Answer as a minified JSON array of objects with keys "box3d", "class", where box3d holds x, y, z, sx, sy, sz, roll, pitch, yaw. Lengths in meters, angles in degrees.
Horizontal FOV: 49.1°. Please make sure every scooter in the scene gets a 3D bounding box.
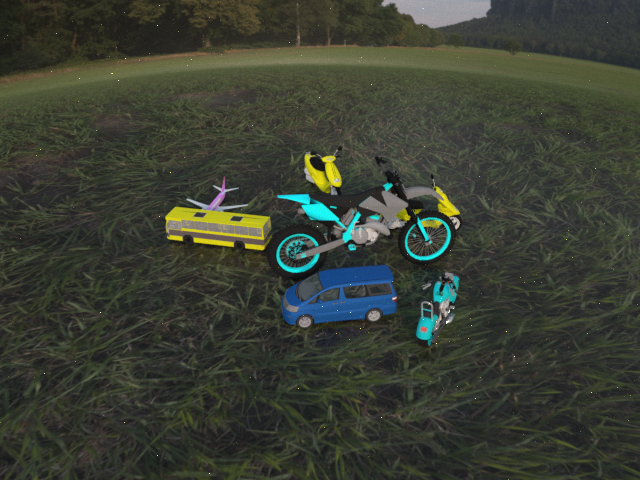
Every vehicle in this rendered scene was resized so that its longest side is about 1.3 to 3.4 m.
[{"box3d":[1.689,-0.559,11.646,1.399,0.919,0.662,2,28,3],"class":"scooter"},{"box3d":[0.048,-1.321,13.106,0.662,0.919,1.399,-14,30,-24],"class":"scooter"}]

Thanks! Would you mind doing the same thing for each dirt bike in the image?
[{"box3d":[0.646,-0.263,10.269,2.903,1.666,1.024,-6,28,-11],"class":"dirt bike"}]

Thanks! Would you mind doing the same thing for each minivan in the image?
[{"box3d":[0.251,0.741,9.480,1.548,0.616,0.681,-4,28,-8],"class":"minivan"}]

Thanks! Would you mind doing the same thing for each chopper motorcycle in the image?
[{"box3d":[1.590,0.793,9.224,0.466,0.761,1.563,12,30,22],"class":"chopper motorcycle"}]

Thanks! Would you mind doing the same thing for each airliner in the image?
[{"box3d":[-1.888,-0.704,12.453,1.161,0.429,1.307,6,28,11],"class":"airliner"}]

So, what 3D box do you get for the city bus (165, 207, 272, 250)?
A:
[{"box3d":[-1.649,-0.172,11.400,1.674,0.460,0.476,6,28,12],"class":"city bus"}]
